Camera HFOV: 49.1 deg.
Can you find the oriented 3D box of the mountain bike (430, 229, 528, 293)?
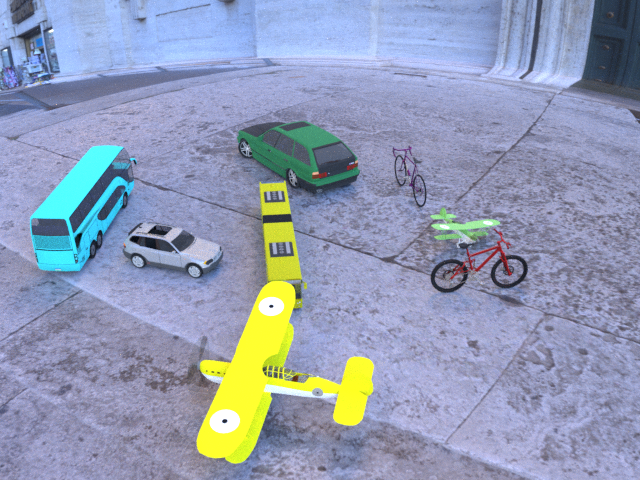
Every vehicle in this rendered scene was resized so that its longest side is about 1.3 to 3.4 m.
[{"bbox_3d":[2.340,0.364,10.192,1.469,0.868,0.573,-4,30,-6],"label":"mountain bike"}]

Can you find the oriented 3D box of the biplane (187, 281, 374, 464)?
[{"bbox_3d":[-0.458,1.600,7.877,2.120,0.981,2.598,6,30,11],"label":"biplane"}]

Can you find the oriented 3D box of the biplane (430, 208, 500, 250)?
[{"bbox_3d":[2.307,-0.200,11.567,1.336,0.504,1.090,-14,32,-23],"label":"biplane"}]

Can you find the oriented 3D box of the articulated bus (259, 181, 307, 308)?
[{"bbox_3d":[-0.668,-0.031,11.208,0.605,0.561,3.401,-3,29,-6],"label":"articulated bus"}]

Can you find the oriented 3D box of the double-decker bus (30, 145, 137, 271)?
[{"bbox_3d":[-3.895,-0.651,11.812,0.756,1.052,3.251,1,29,2],"label":"double-decker bus"}]

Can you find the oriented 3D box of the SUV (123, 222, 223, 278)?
[{"bbox_3d":[-2.300,0.117,10.926,1.572,0.580,0.656,9,31,15],"label":"SUV"}]

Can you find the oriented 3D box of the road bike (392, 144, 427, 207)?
[{"bbox_3d":[1.679,-1.228,13.042,0.358,0.852,1.545,-8,30,-14],"label":"road bike"}]

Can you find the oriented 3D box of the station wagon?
[{"bbox_3d":[-0.533,-1.898,14.165,1.327,0.920,3.105,-19,35,-30],"label":"station wagon"}]
